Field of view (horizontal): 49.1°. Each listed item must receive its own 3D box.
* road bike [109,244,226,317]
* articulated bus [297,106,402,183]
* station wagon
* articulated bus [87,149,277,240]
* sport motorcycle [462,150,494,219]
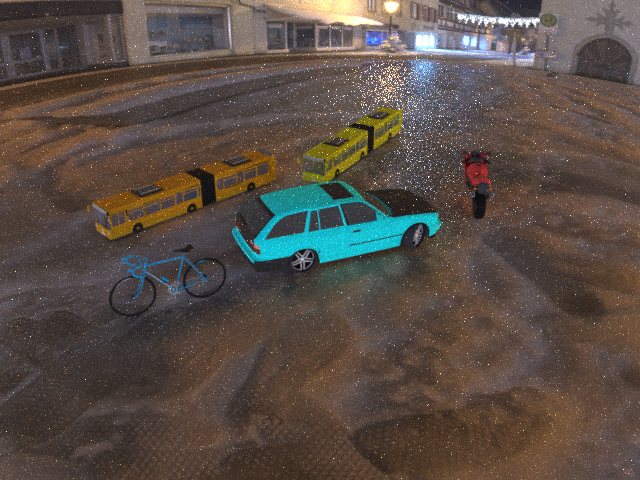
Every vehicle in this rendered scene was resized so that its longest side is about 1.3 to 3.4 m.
[{"bbox_3d":[-1.936,0.493,8.961,1.545,0.852,0.358,-14,31,-24],"label":"road bike"},{"bbox_3d":[0.703,-1.939,13.806,0.605,0.561,3.401,15,32,26],"label":"articulated bus"},{"bbox_3d":[0.298,-0.338,10.438,3.105,0.920,1.327,-11,30,-20],"label":"station wagon"},{"bbox_3d":[-2.168,-0.827,11.732,3.401,0.561,0.605,-25,37,-38],"label":"articulated bus"},{"bbox_3d":[2.629,-0.963,11.710,0.506,0.821,1.520,2,28,4],"label":"sport motorcycle"}]
